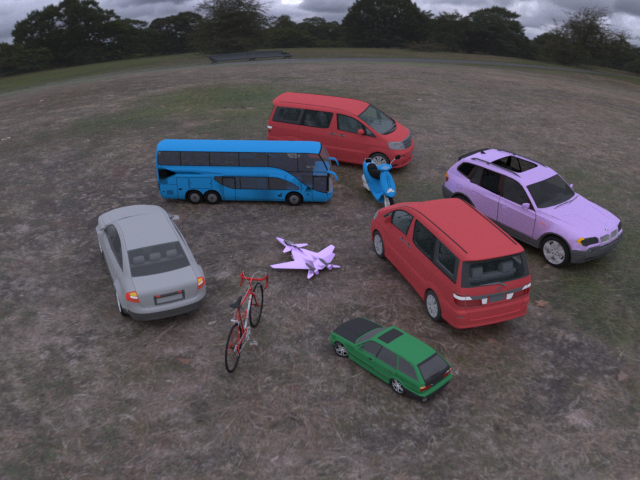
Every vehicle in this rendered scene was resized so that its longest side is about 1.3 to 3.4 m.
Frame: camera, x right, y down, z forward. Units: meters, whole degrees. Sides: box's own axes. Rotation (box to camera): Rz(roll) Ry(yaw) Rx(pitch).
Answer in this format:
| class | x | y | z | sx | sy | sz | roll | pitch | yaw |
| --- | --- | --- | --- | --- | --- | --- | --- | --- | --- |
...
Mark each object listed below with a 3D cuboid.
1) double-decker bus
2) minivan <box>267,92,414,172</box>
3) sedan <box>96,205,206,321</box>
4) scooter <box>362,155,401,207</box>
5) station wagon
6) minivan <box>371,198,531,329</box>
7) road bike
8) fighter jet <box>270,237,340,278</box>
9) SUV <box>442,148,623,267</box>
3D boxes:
| class | x | y | z | sx | sy | sz | roll | pitch | yaw |
| --- | --- | --- | --- | --- | --- | --- | --- | --- | --- |
| double-decker bus | -1.292 | -1.236 | 12.637 | 3.251 | 1.052 | 0.756 | 1 | 28 | 2 |
| minivan | 0.440 | -2.256 | 14.396 | 3.011 | 1.197 | 1.324 | 10 | 30 | 18 |
| sedan | -2.548 | 0.105 | 10.240 | 1.235 | 0.940 | 3.137 | -12 | 30 | -21 |
| scooter | 1.055 | -1.120 | 12.561 | 0.662 | 0.919 | 1.399 | -8 | 29 | -15 |
| station wagon | 0.816 | 1.328 | 8.440 | 0.682 | 0.473 | 1.597 | -24 | 36 | -37 |
| minivan | 1.746 | 0.077 | 10.019 | 1.324 | 1.197 | 3.011 | -9 | 29 | -17 |
| road bike | -0.933 | 0.962 | 8.725 | 0.358 | 0.852 | 1.545 | 6 | 29 | 11 |
| fighter jet | -0.318 | 0.145 | 10.859 | 1.147 | 0.286 | 1.358 | -19 | 33 | -31 |
| SUV | 3.398 | -0.637 | 11.431 | 1.276 | 1.128 | 3.058 | -20 | 34 | -33 |
